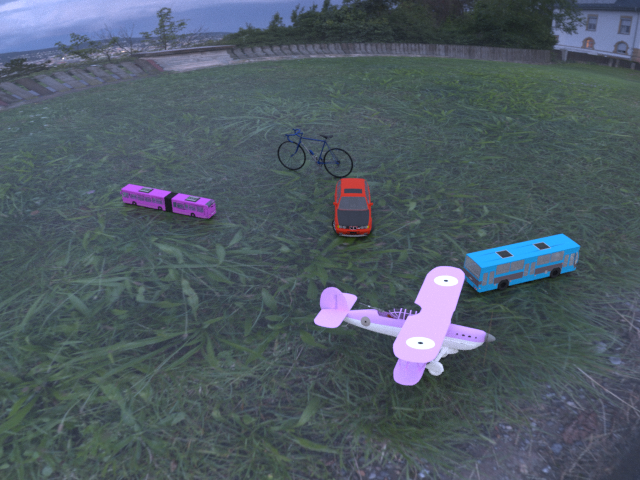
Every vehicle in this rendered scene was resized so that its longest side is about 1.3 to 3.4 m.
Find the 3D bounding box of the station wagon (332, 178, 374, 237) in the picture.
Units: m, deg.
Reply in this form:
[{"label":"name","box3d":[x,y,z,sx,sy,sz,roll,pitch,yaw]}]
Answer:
[{"label":"station wagon","box3d":[0.546,-0.593,11.673,0.682,0.473,1.597,1,29,1]}]

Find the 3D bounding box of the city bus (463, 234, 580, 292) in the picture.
[{"label":"city bus","box3d":[2.886,0.340,10.026,1.674,0.460,0.476,-11,31,-18]}]

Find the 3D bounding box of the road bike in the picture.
[{"label":"road bike","box3d":[-0.102,-1.633,13.137,1.545,0.852,0.358,11,31,19]}]

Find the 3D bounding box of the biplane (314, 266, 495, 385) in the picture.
[{"label":"biplane","box3d":[1.016,0.983,8.353,2.120,0.981,2.598,9,31,16]}]

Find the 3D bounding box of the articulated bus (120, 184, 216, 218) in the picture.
[{"label":"articulated bus","box3d":[-2.613,-0.666,11.991,1.749,0.289,0.311,11,31,19]}]
